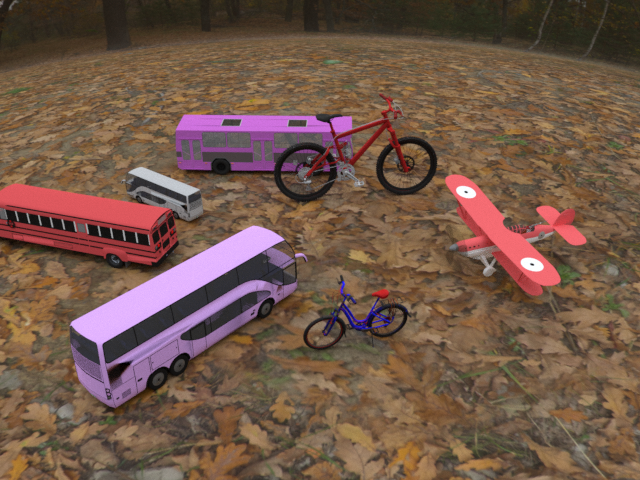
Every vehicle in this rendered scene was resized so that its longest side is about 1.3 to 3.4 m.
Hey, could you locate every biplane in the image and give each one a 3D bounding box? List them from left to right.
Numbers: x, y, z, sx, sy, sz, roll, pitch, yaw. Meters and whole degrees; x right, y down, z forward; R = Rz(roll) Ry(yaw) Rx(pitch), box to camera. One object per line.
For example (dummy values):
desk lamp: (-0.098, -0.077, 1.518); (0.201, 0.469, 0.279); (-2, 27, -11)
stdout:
biplane: (2.822, -0.027, 10.169); (2.120, 0.981, 2.598); (-11, 33, -18)

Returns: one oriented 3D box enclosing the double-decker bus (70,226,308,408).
double-decker bus: (-1.505, 0.805, 8.714); (0.756, 1.052, 3.251); (24, 38, 34)

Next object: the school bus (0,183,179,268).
school bus: (-3.815, -0.251, 10.674); (3.322, 0.844, 0.709); (9, 32, 15)

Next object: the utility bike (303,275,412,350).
utility bike: (0.497, 0.934, 8.603); (1.435, 0.946, 0.535); (-9, 32, -15)

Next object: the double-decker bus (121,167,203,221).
double-decker bus: (-2.681, -0.798, 11.880); (1.672, 0.541, 0.389); (22, 37, 31)

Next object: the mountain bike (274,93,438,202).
mountain bike: (0.630, -1.472, 11.889); (2.857, 1.688, 1.114); (-4, 31, -7)

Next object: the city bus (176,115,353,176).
city bus: (-1.011, -1.784, 13.178); (3.255, 0.894, 0.926); (1, 31, 1)
